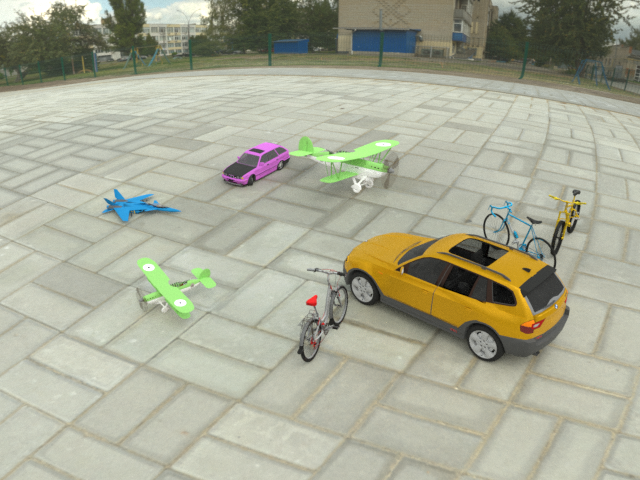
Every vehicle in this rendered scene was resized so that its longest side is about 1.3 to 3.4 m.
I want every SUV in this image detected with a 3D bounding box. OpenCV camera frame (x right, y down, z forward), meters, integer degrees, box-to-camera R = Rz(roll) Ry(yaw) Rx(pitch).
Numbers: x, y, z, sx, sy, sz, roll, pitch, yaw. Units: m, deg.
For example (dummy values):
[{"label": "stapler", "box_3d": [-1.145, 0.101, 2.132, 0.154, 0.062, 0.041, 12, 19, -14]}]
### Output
[{"label": "SUV", "box_3d": [1.714, 0.499, 9.224, 3.058, 1.128, 1.276, 23, 35, 37]}]

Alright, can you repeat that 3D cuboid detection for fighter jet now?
[{"label": "fighter jet", "box_3d": [-3.088, -0.637, 12.308, 1.358, 0.286, 1.147, 5, 28, 10]}]

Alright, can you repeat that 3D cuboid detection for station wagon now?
[{"label": "station wagon", "box_3d": [-1.262, -1.534, 13.823, 0.682, 0.473, 1.597, 17, 32, 29]}]

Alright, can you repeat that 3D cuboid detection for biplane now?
[{"label": "biplane", "box_3d": [0.481, -1.490, 13.191, 2.120, 0.981, 2.598, 17, 32, 29]}, {"label": "biplane", "box_3d": [-1.960, 0.675, 9.562, 1.090, 0.504, 1.336, -20, 34, -33]}]

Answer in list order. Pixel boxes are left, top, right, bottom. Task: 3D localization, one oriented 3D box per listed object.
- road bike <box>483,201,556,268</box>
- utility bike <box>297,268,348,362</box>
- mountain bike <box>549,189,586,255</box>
[{"label": "road bike", "box_3d": [3.004, -0.054, 10.583, 0.358, 0.852, 1.545, -15, 31, -26]}, {"label": "utility bike", "box_3d": [0.007, 0.857, 8.737, 0.535, 0.946, 1.435, 12, 30, 22]}, {"label": "mountain bike", "box_3d": [3.934, -0.347, 11.125, 0.573, 0.868, 1.469, 17, 32, 29]}]
